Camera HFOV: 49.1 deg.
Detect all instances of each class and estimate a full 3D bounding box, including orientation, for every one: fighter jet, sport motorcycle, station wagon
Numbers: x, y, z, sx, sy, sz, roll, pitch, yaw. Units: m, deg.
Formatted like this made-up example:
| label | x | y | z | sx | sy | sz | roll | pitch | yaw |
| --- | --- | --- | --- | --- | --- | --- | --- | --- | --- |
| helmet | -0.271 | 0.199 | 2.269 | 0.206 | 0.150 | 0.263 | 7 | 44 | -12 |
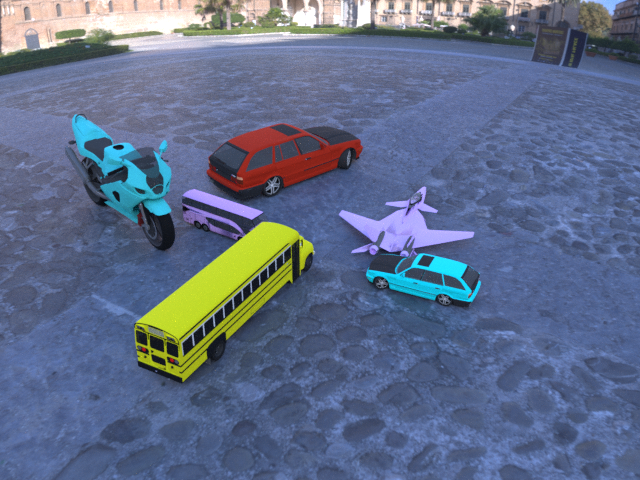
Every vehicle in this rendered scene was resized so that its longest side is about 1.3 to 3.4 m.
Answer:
| label | x | y | z | sx | sy | sz | roll | pitch | yaw |
| --- | --- | --- | --- | --- | --- | --- | --- | --- | --- |
| fighter jet | 1.457 | -0.488 | 11.525 | 2.229 | 0.557 | 2.640 | 10 | 32 | 17 |
| sport motorcycle | -3.206 | -0.973 | 11.325 | 0.983 | 1.596 | 2.955 | -23 | 37 | -34 |
| station wagon | 1.453 | 0.482 | 9.938 | 1.597 | 0.473 | 0.682 | 13 | 33 | 22 |
| station wagon | -0.584 | -1.673 | 13.203 | 3.105 | 0.920 | 1.327 | -23 | 37 | -34 |

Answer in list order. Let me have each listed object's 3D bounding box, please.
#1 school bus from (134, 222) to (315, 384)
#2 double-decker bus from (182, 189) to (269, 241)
| label | x | y | z | sx | sy | sz | roll | pitch | yaw |
| --- | --- | --- | --- | --- | --- | --- | --- | --- | --- |
| school bus | -1.095 | 0.624 | 9.325 | 0.709 | 0.844 | 3.322 | 15 | 33 | 24 |
| double-decker bus | -1.514 | -0.349 | 11.302 | 1.672 | 0.541 | 0.389 | 19 | 35 | 29 |
